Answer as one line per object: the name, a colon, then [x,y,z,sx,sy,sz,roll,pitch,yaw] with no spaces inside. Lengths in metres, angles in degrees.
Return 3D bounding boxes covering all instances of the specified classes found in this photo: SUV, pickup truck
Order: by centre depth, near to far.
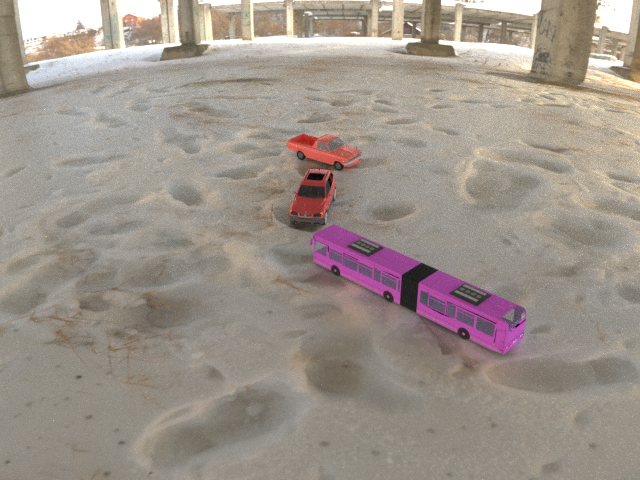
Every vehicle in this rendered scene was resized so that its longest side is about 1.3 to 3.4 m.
SUV: [-0.109,-0.788,12.324,0.656,0.580,1.572,5,29,9]
pickup truck: [0.083,-1.892,14.412,1.603,0.511,0.640,20,34,32]

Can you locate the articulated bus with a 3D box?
articulated bus: [1.241,0.598,9.812,3.401,0.561,0.605,25,37,38]
